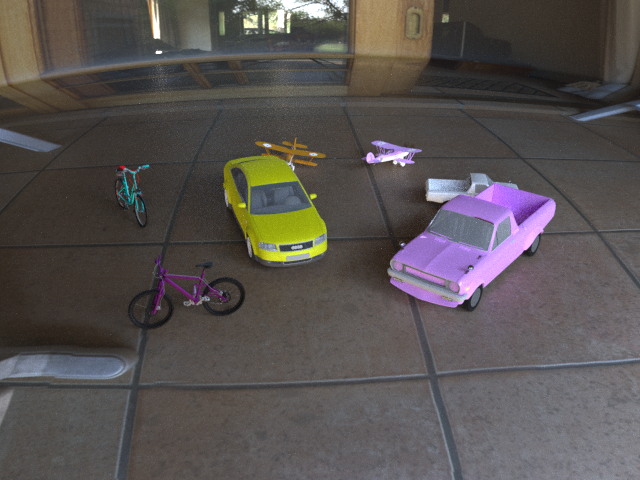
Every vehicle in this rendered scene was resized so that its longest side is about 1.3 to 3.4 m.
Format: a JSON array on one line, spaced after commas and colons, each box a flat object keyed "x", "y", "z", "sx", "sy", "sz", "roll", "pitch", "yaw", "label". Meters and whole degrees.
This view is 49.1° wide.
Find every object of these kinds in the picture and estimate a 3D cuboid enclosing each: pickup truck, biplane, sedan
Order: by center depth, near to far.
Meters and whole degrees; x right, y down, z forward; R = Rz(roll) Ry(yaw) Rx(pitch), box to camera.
[{"x": 2.255, "y": -0.092, "z": 9.994, "sx": 1.244, "sy": 0.993, "sz": 3.117, "roll": 21, "pitch": 34, "yaw": 33, "label": "pickup truck"}, {"x": -0.764, "y": -0.626, "z": 11.044, "sx": 1.235, "sy": 0.940, "sz": 3.137, "roll": -8, "pitch": 29, "yaw": -15, "label": "sedan"}, {"x": 2.589, "y": -0.836, "z": 11.887, "sx": 1.603, "sy": 0.511, "sz": 0.640, "roll": 3, "pitch": 28, "yaw": 6, "label": "pickup truck"}, {"x": 1.309, "y": -1.612, "z": 13.339, "sx": 1.090, "sy": 0.504, "sz": 1.336, "roll": -18, "pitch": 33, "yaw": -30, "label": "biplane"}, {"x": -0.536, "y": -1.660, "z": 13.428, "sx": 1.336, "sy": 0.504, "sz": 1.090, "roll": 4, "pitch": 28, "yaw": 7, "label": "biplane"}]

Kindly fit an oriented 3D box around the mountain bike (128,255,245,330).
[{"x": -1.660, "y": 0.656, "z": 8.731, "sx": 1.469, "sy": 0.868, "sz": 0.573, "roll": -9, "pitch": 30, "yaw": -16, "label": "mountain bike"}]

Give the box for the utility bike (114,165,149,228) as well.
[{"x": -3.061, "y": -0.822, "z": 11.402, "sx": 0.535, "sy": 0.946, "sz": 1.435, "roll": -18, "pitch": 33, "yaw": -30, "label": "utility bike"}]
